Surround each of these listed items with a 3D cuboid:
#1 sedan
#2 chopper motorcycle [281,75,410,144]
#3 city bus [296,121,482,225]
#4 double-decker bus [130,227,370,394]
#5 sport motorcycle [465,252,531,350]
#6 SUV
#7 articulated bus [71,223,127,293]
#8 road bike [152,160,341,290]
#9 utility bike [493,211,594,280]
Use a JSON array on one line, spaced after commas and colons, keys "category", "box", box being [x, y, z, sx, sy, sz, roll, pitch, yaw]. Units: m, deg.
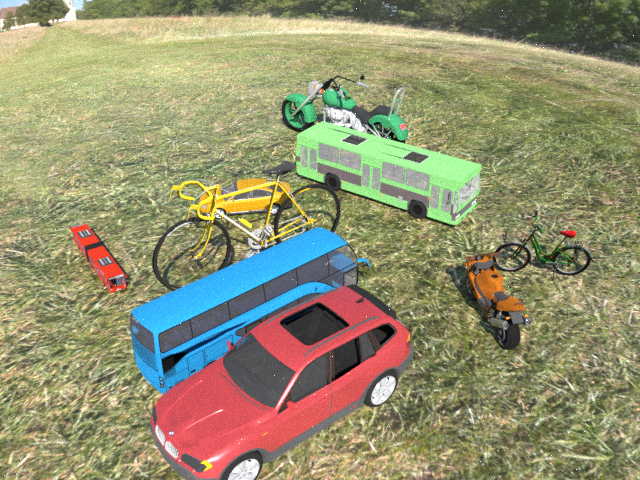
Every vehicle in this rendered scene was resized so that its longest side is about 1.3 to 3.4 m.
[{"category": "sedan", "box": [-1.258, -0.745, 11.840, 1.613, 0.483, 0.635, -5, 32, -9]}, {"category": "chopper motorcycle", "box": [0.435, -2.602, 13.904, 3.040, 1.480, 0.906, 23, 39, 33]}, {"category": "city bus", "box": [1.110, -1.176, 12.148, 3.255, 0.894, 0.926, 21, 37, 30]}, {"category": "double-decker bus", "box": [-0.787, 0.780, 8.825, 3.251, 1.052, 0.756, -25, 39, -34]}, {"category": "sport motorcycle", "box": [2.246, 0.739, 9.110, 0.506, 0.821, 1.520, -7, 32, -11]}, {"category": "SUV", "box": [-0.350, 1.468, 7.636, 3.058, 1.128, 1.276, -23, 38, -32]}, {"category": "articulated bus", "box": [-3.318, 0.241, 10.426, 0.311, 0.289, 1.749, -19, 37, -28]}, {"category": "road bike", "box": [-0.966, -0.261, 9.938, 3.004, 1.656, 0.697, -18, 36, -26]}, {"category": "utility bike", "box": [3.227, 0.133, 9.975, 1.435, 0.946, 0.535, 3, 32, 5]}]
